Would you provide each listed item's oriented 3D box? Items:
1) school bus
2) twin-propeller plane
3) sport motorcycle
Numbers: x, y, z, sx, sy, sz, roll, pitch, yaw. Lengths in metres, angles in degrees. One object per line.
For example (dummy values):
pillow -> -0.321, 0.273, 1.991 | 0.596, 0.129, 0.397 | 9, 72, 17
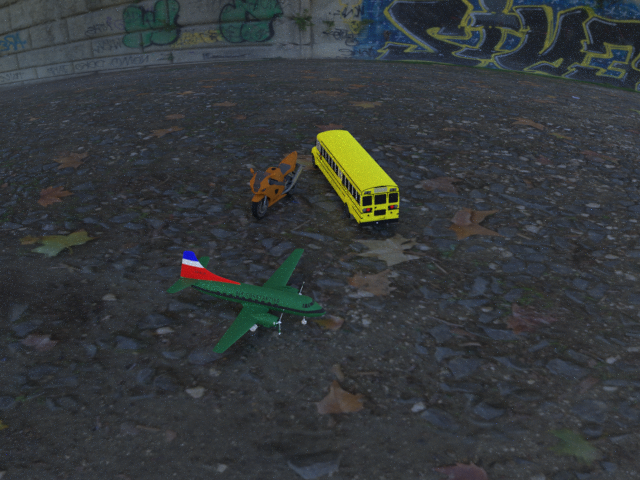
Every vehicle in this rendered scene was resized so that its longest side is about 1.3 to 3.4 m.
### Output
school bus -> 0.542, -1.237, 12.742 | 0.709, 0.844, 3.322 | -7, 29, -13
twin-propeller plane -> -0.926, 0.642, 9.320 | 2.129, 0.792, 2.663 | 10, 30, 18
sport motorcycle -> -0.785, -0.976, 12.285 | 0.506, 0.821, 1.520 | 13, 31, 23
